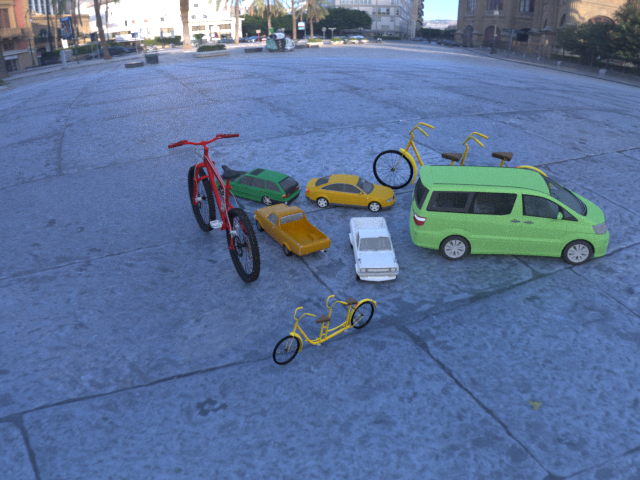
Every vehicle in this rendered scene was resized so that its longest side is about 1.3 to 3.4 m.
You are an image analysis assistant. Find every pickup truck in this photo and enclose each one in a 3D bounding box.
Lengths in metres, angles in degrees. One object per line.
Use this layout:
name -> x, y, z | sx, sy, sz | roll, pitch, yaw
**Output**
pickup truck -> -0.466, -0.213, 11.113 | 0.640, 0.511, 1.603 | -16, 32, -27
pickup truck -> 0.797, 0.063, 10.600 | 0.640, 0.511, 1.603 | -1, 28, -2

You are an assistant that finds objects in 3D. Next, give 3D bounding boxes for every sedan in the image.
sedan -> 0.540, -0.870, 12.360 | 1.613, 0.483, 0.635 | 5, 29, 10

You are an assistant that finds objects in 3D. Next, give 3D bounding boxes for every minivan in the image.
minivan -> 2.920, -0.441, 10.812 | 3.011, 1.197, 1.324 | 2, 28, 4

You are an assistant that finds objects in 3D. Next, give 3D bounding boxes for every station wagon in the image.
station wagon -> -1.155, -1.026, 12.659 | 1.597, 0.473, 0.682 | 15, 32, 26

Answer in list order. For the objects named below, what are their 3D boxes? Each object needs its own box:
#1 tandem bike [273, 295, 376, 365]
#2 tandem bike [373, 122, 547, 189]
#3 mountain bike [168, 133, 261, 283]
tandem bike -> 0.088, 1.016, 8.651 | 1.642, 0.682, 0.283 | -20, 34, -33
tandem bike -> 2.456, -1.305, 12.279 | 3.192, 1.326, 0.550 | 11, 30, 19
mountain bike -> -1.509, -0.564, 10.523 | 1.114, 1.688, 2.857 | -14, 31, -24
